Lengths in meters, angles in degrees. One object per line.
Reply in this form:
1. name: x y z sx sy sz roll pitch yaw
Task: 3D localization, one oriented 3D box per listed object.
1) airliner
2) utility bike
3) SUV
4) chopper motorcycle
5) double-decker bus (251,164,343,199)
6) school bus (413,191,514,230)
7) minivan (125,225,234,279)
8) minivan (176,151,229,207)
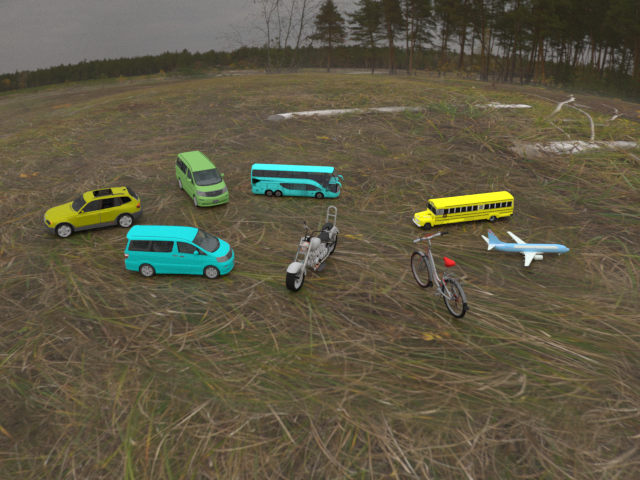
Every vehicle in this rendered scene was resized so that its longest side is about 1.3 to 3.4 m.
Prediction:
1. airliner: 3.155 0.037 10.638 1.307 0.429 1.161 0 26 1
2. utility bike: 1.528 0.422 9.260 0.535 0.946 1.435 -10 28 -20
3. SUV: -3.745 -0.501 11.571 1.572 0.580 0.656 -11 28 -21
4. chopper motorcycle: -0.099 0.111 10.109 0.466 0.761 1.563 11 28 22
5. double-decker bus: -0.422 -1.075 12.793 1.672 0.541 0.389 3 26 6
6. school bus: 2.397 -0.501 11.737 1.708 0.434 0.365 -7 27 -14
7. minivan: -2.035 0.149 10.197 1.548 0.616 0.681 1 26 3
8. minivan: -2.171 -1.122 12.804 0.681 0.616 1.548 -12 29 -24
